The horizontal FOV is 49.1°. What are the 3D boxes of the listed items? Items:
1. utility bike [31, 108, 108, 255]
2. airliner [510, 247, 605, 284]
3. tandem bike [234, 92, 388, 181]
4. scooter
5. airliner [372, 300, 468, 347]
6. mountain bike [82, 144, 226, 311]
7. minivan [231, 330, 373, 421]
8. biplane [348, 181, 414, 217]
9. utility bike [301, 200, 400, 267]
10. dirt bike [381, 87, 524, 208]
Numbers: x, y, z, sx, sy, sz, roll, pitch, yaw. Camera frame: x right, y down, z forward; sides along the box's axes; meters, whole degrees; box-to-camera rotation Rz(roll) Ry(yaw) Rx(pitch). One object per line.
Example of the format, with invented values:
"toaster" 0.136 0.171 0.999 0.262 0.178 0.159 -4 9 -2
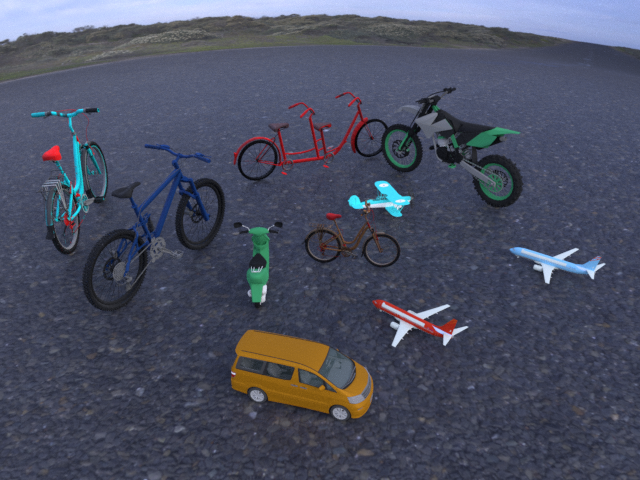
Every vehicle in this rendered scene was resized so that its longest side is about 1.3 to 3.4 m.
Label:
"utility bike" -3.867 -1.033 10.753 1.039 1.839 2.791 0 30 0
"airliner" 3.329 0.231 9.966 1.307 0.429 1.161 21 36 32
"tandem bike" -0.093 -1.914 12.803 3.192 1.326 0.550 -14 33 -23
"scooter" -0.826 0.240 9.460 0.662 0.919 1.399 -1 30 -1
"airliner" 1.165 0.924 8.759 1.307 0.429 1.161 25 38 36
"mountain bike" -2.188 -0.256 9.551 1.114 1.688 2.857 16 33 25
"minivan" -0.186 1.451 7.654 1.548 0.616 0.681 9 31 15
"biplane" 0.997 -0.626 11.384 1.090 0.504 1.336 -6 30 -10
"utility bike" 0.445 -0.088 10.003 1.435 0.946 0.535 5 30 8
"dirt bike" 2.199 -1.641 11.985 2.903 1.666 1.024 25 38 37
